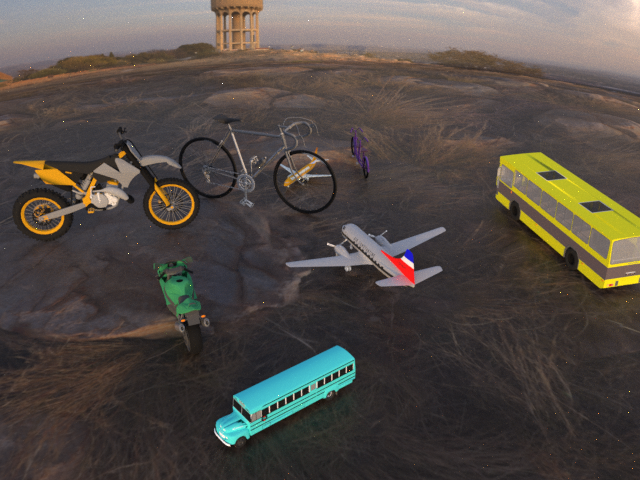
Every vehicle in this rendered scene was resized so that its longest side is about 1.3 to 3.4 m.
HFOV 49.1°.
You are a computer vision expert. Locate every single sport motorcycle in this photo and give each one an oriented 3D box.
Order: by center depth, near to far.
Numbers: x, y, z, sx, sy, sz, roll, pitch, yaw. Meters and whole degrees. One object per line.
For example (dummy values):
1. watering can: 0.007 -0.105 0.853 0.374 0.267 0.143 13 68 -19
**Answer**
1. sport motorcycle: -1.749 0.792 8.893 0.506 0.821 1.520 -11 30 -20

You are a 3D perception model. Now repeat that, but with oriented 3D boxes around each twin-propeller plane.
1. twin-propeller plane: 0.814 0.116 10.200 2.663 0.792 2.129 -12 30 -22

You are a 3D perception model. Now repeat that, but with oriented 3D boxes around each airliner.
1. airliner: -0.349 -1.386 13.422 1.161 0.429 1.307 14 31 25

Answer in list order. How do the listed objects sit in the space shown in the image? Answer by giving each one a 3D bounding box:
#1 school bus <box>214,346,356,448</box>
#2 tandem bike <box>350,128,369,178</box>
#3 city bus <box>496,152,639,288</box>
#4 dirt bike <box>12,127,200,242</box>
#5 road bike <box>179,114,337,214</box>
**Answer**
1. school bus: -0.363 1.685 7.619 1.708 0.434 0.365 -20 34 -33
2. tandem bike: 0.787 -1.777 13.891 0.283 0.682 1.642 -4 28 -8
3. city bus: 3.895 -0.380 11.026 0.926 0.894 3.255 -7 29 -13
4. dirt bike: -3.389 -0.826 11.044 2.903 1.666 1.024 -5 28 -9
5. road bike: -1.126 -1.343 12.032 3.004 1.656 0.697 10 29 18
